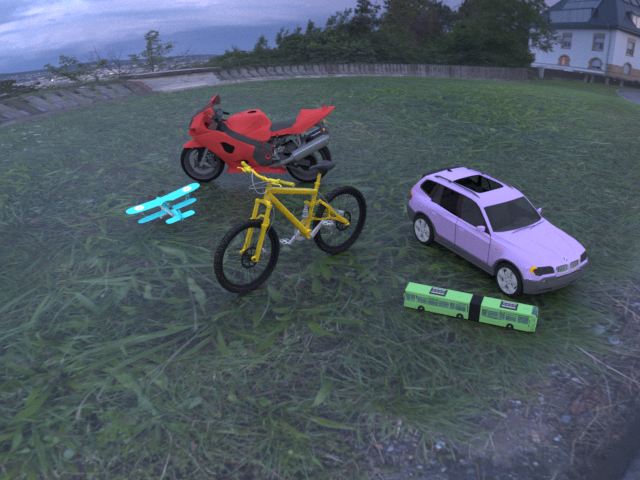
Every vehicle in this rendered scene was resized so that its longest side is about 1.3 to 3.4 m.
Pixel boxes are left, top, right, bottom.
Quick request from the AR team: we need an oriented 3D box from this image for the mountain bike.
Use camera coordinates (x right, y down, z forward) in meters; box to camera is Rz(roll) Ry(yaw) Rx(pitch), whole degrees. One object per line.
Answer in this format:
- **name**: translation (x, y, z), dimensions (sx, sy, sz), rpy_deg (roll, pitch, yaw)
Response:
- **mountain bike**: translation (-0.348, -0.308, 10.083), dimensions (2.857, 1.688, 1.114), rpy_deg (-22, 34, -37)

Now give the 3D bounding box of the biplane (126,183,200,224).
- **biplane**: translation (-2.565, -0.522, 11.837), dimensions (1.336, 0.504, 1.090), rpy_deg (-17, 31, -31)

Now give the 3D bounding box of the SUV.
- **SUV**: translation (2.589, -0.240, 10.572), dimensions (1.276, 1.128, 3.058), rpy_deg (-15, 30, -27)

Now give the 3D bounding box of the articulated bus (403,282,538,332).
- **articulated bus**: translation (1.968, 0.880, 9.269), dimensions (1.749, 0.289, 0.311), rpy_deg (10, 28, 20)

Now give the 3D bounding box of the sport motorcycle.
- **sport motorcycle**: translation (-1.199, -1.851, 13.278), dimensions (2.955, 1.596, 0.983), rpy_deg (0, 27, 0)
